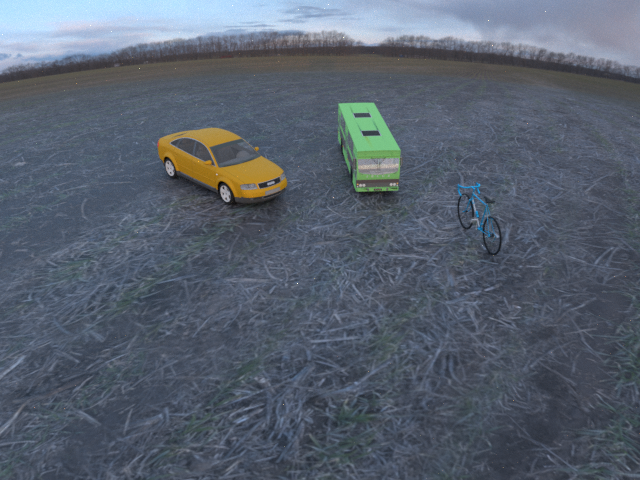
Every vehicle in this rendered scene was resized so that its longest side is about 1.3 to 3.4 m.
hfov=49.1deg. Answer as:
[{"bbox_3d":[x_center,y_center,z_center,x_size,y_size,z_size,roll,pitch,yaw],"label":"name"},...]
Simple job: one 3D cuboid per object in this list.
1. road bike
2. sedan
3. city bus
[{"bbox_3d":[2.505,-0.380,11.030,0.358,0.852,1.545,-6,27,-12],"label":"road bike"},{"bbox_3d":[-1.899,-1.527,13.262,1.235,0.940,3.137,-22,34,-38],"label":"sedan"},{"bbox_3d":[0.919,-1.895,14.062,0.926,0.894,3.255,-2,26,-4],"label":"city bus"}]
